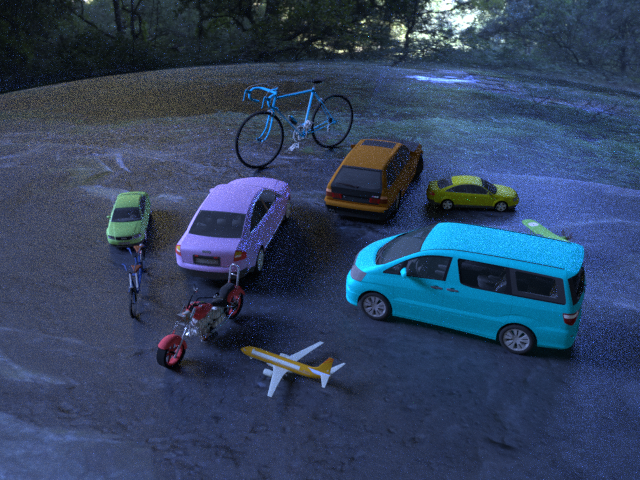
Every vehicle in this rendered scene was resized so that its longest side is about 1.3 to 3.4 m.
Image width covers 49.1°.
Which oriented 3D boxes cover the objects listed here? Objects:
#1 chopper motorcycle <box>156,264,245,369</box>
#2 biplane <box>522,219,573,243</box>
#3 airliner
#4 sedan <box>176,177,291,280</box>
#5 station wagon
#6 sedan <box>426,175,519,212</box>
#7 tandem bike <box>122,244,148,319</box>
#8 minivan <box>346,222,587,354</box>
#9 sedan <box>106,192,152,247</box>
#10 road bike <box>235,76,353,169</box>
[{"bbox_3d":[-1.454,0.923,8.639,0.466,0.761,1.563,16,32,27],"label":"chopper motorcycle"},{"bbox_3d":[3.271,0.032,10.610,1.090,0.504,1.336,-6,28,-10],"label":"biplane"},{"bbox_3d":[-0.392,1.366,8.151,1.307,0.429,1.161,15,31,26],"label":"airliner"},{"bbox_3d":[-1.263,-0.396,10.957,1.235,0.940,3.137,5,28,10],"label":"sedan"},{"bbox_3d":[1.078,-1.354,12.803,1.327,0.920,3.105,9,29,17],"label":"station wagon"},{"bbox_3d":[2.686,-0.849,12.311,1.613,0.483,0.635,2,28,5],"label":"sedan"},{"bbox_3d":[-2.530,0.425,9.671,0.283,0.682,1.642,-3,28,-6],"label":"tandem bike"},{"bbox_3d":[1.826,0.471,9.031,3.011,1.197,1.324,12,30,21],"label":"minivan"},{"bbox_3d":[-3.124,-0.402,11.461,0.635,0.483,1.613,-4,28,-7],"label":"sedan"},{"bbox_3d":[-0.456,-2.438,14.076,3.004,1.656,0.697,-21,34,-34],"label":"road bike"}]
